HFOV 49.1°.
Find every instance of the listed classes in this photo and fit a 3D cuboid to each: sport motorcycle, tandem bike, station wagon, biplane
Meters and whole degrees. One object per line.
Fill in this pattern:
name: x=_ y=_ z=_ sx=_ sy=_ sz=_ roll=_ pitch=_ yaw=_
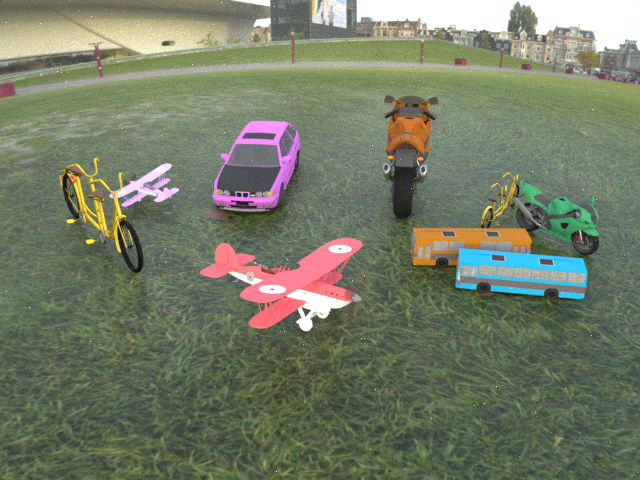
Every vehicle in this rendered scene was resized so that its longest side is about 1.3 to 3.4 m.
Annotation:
sport motorcycle: x=1.537 y=-1.554 z=12.306 sx=0.983 sy=1.596 sz=2.955 roll=4 pitch=27 yaw=8
tandem bike: x=2.991 y=-0.660 z=11.526 sx=0.283 sy=0.682 sz=1.642 roll=17 pitch=31 yaw=31
station wagon: x=-1.115 y=-1.461 z=12.882 sx=1.327 sy=0.920 sz=3.105 roll=3 pitch=26 yaw=6
biplane: x=-0.425 y=0.507 z=8.821 sx=2.120 sy=0.981 sz=2.598 roll=13 pitch=29 yaw=25
tandem bike: x=-3.402 y=-0.574 z=10.624 sx=0.550 sy=1.326 sz=3.192 roll=-18 pitch=32 yaw=-33
biplane: x=-2.969 y=-0.864 z=12.142 sx=1.090 sy=0.504 sz=1.336 roll=18 pitch=32 yaw=32
sport motorcycle: x=3.638 y=-0.352 z=10.743 sx=0.506 sy=0.821 sz=1.520 roll=-18 pitch=31 yaw=-32

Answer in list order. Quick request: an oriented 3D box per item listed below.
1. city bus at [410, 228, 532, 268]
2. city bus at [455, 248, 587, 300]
city bus: x=2.181 y=0.119 z=10.197 sx=1.674 sy=0.460 sz=0.476 roll=0 pitch=26 yaw=1
city bus: x=2.700 y=0.471 z=9.483 sx=1.674 sy=0.460 sz=0.476 roll=5 pitch=27 yaw=10
